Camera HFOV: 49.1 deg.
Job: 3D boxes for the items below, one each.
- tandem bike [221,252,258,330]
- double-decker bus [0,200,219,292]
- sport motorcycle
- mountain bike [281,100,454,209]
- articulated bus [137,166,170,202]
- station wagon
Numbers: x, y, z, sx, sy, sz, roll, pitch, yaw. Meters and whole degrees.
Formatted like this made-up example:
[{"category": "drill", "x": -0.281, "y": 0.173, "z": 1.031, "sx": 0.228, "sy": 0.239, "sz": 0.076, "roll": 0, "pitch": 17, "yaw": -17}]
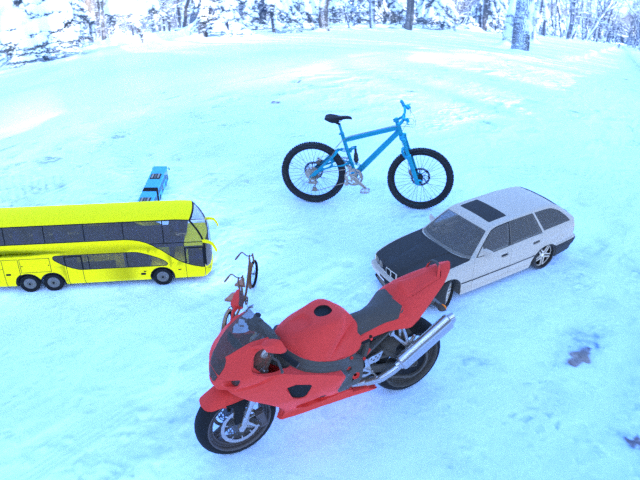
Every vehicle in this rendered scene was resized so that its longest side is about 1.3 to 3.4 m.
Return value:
[{"category": "tandem bike", "x": -1.030, "y": 0.658, "z": 9.042, "sx": 0.283, "sy": 0.682, "sz": 1.642, "roll": 5, "pitch": 31, "yaw": 9}, {"category": "double-decker bus", "x": -3.050, "y": 0.055, "z": 9.708, "sx": 3.251, "sy": 1.052, "sz": 0.756, "roll": -3, "pitch": 30, "yaw": -5}, {"category": "sport motorcycle", "x": 0.084, "y": 1.190, "z": 7.224, "sx": 2.955, "sy": 1.596, "sz": 0.983, "roll": -15, "pitch": 34, "yaw": -24}, {"category": "mountain bike", "x": 0.769, "y": -1.323, "z": 11.436, "sx": 2.857, "sy": 1.688, "sz": 1.114, "roll": 4, "pitch": 31, "yaw": 7}, {"category": "articulated bus", "x": -2.855, "y": -0.787, "z": 11.906, "sx": 0.311, "sy": 0.289, "sz": 1.749, "roll": 0, "pitch": 30, "yaw": -1}, {"category": "station wagon", "x": 2.210, "y": -0.010, "z": 9.949, "sx": 3.105, "sy": 0.920, "sz": 1.327, "roll": -18, "pitch": 35, "yaw": -28}]
